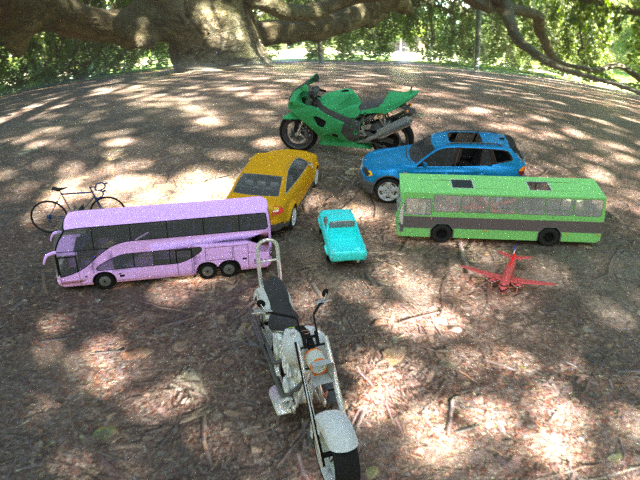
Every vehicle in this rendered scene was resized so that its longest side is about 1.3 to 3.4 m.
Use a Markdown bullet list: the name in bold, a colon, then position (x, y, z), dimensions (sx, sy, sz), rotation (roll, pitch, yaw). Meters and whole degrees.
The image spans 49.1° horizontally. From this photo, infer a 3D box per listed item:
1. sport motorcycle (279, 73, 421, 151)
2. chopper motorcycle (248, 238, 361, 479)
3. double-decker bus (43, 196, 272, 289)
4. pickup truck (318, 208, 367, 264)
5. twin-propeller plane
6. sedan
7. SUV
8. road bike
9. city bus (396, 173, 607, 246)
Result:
- **sport motorcycle**: position (0.568, -2.524, 14.592), dimensions (2.955, 1.596, 0.983), rotation (6, 29, 12)
- **chopper motorcycle**: position (-0.218, 1.241, 7.629), dimensions (0.906, 1.480, 3.040), rotation (-9, 29, -16)
- **double-decker bus**: position (-2.343, 0.031, 10.363), dimensions (3.251, 1.052, 0.756), rotation (-5, 28, -10)
- **pickup truck**: position (0.343, -0.123, 11.229), dimensions (0.640, 0.511, 1.603), rotation (-3, 28, -6)
- **twin-propeller plane**: position (2.771, 0.442, 10.276), dimensions (1.370, 0.407, 1.095), rotation (11, 30, 20)
- **sedan**: position (-0.812, -1.090, 12.593), dimensions (1.235, 0.940, 3.137), rotation (6, 29, 11)
- **SUV**: position (2.267, -1.405, 12.985), dimensions (3.058, 1.128, 1.276), rotation (2, 28, 4)
- **road bike**: position (-4.030, -0.535, 11.642), dimensions (1.545, 0.852, 0.358), rotation (-5, 28, -9)
- **city bus**: position (2.899, -0.499, 11.528), dimensions (3.255, 0.894, 0.926), rotation (2, 28, 4)
